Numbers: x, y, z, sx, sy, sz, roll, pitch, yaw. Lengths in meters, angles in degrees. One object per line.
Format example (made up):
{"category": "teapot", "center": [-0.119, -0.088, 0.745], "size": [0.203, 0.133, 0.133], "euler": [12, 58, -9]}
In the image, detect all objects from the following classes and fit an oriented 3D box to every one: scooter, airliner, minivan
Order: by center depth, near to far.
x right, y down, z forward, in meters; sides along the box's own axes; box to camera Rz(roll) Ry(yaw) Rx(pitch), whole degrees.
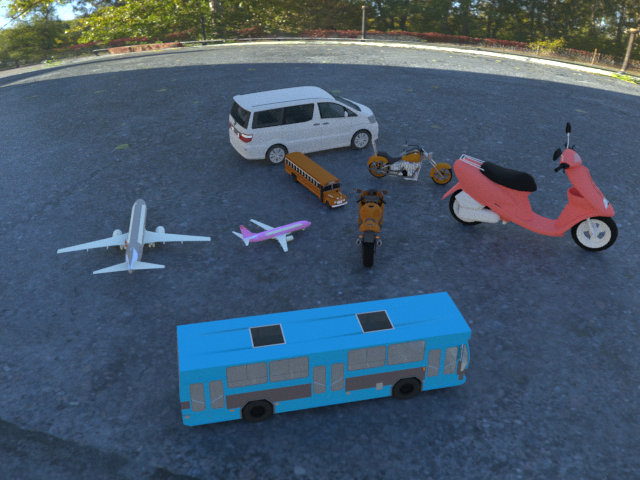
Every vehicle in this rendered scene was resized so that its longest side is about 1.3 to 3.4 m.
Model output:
{"category": "airliner", "center": [-2.840, -0.227, 10.725], "size": [2.257, 0.835, 2.541], "euler": [-5, 31, -8]}
{"category": "scooter", "center": [3.269, -0.827, 10.801], "size": [2.721, 1.786, 1.288], "euler": [13, 33, 21]}
{"category": "airliner", "center": [-0.697, -0.204, 11.081], "size": [1.307, 0.429, 1.161], "euler": [-18, 35, -27]}
{"category": "minivan", "center": [-0.281, -2.399, 14.002], "size": [3.011, 1.197, 1.324], "euler": [-13, 33, -20]}

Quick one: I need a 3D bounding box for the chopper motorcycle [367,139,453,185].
{"category": "chopper motorcycle", "center": [1.648, -1.425, 12.799], "size": [1.563, 0.761, 0.466], "euler": [6, 31, 10]}

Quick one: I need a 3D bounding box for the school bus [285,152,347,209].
{"category": "school bus", "center": [-0.082, -1.085, 12.548], "size": [0.365, 0.434, 1.708], "euler": [-17, 35, -26]}

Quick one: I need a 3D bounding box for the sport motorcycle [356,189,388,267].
{"category": "sport motorcycle", "center": [0.773, -0.235, 10.751], "size": [0.506, 0.821, 1.520], "euler": [3, 31, 5]}

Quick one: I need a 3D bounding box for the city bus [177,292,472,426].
{"category": "city bus", "center": [0.033, 1.363, 8.011], "size": [3.255, 0.894, 0.926], "euler": [-6, 31, -10]}
